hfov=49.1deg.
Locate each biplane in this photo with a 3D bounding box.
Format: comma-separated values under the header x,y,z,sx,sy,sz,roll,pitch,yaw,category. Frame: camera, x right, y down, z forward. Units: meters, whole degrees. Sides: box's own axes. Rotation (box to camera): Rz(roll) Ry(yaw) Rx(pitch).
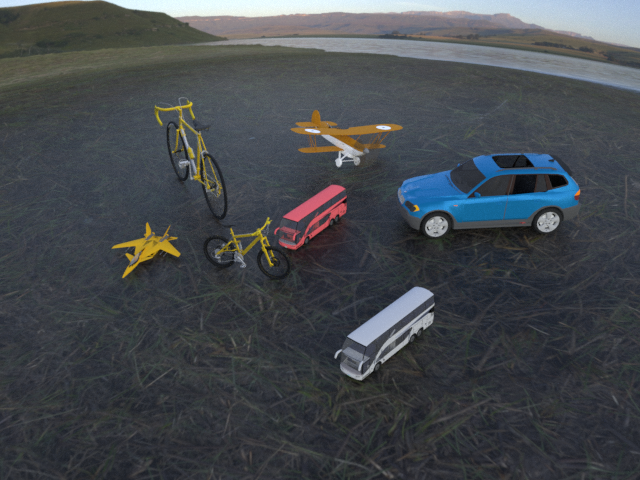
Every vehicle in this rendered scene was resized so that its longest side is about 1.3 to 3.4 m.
x,y,z,sx,sy,sz,roll,pitch,yaw,category
0.409,-2.109,14.324,2.598,0.981,2.120,-17,33,-28,biplane

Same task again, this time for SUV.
x,y,z,sx,sy,sz,roll,pitch,yaw,category
2.844,-0.827,11.878,3.058,1.128,1.276,-2,29,-4,SUV

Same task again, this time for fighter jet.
x,y,z,sx,sy,sz,roll,pitch,yaw,category
-2.783,0.166,10.963,1.147,0.286,1.358,7,30,12,fighter jet

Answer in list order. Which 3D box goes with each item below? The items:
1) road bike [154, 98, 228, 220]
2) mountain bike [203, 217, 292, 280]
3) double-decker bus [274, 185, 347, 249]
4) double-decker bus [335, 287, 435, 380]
x,y,z,sx,sy,sz,roll,pitch,yaw,category
-2.276,-1.520,12.576,0.697,1.656,3.004,-15,33,-25,road bike
-1.103,0.126,10.437,1.469,0.868,0.573,11,31,19,mountain bike
-0.114,-0.382,11.683,0.389,0.541,1.672,18,34,28,double-decker bus
0.868,1.178,8.890,0.389,0.541,1.672,23,37,35,double-decker bus
